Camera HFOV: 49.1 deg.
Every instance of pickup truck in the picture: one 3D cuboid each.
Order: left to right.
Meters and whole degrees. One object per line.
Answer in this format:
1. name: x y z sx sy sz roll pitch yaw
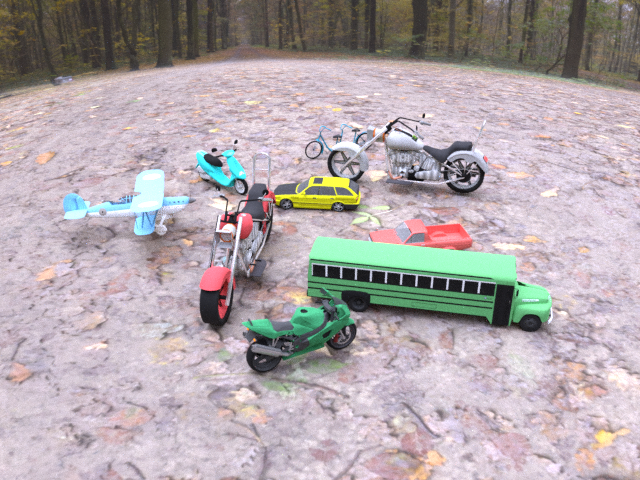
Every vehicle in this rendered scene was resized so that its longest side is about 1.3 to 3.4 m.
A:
1. pickup truck: 1.580 -0.021 11.084 1.603 0.511 0.640 -5 29 -9

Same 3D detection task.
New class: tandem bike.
1. tandem bike: 0.431 -2.131 14.816 1.642 0.682 0.283 -13 31 -22

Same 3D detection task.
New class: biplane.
1. biplane: -3.122 -0.562 11.593 2.120 0.981 2.598 -5 29 -10

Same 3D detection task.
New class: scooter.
1. scooter: -1.881 -1.421 13.250 1.399 0.919 0.662 21 35 34

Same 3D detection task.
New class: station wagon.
1. station wagon: -0.066 -0.868 12.693 1.597 0.473 0.682 3 28 5

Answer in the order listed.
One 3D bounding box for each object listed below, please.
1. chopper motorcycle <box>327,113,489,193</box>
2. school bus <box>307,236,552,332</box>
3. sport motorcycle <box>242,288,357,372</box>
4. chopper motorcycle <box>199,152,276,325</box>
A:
1. chopper motorcycle: 1.631 -1.663 13.107 3.040 1.480 0.906 8 29 15
2. school bus: 1.501 0.573 9.633 3.322 0.844 0.709 6 29 11
3. sport motorcycle: -0.224 1.135 8.613 1.520 0.821 0.506 -13 31 -22
4. chopper motorcycle: -1.170 -0.098 10.206 0.906 1.480 3.040 5 29 9
